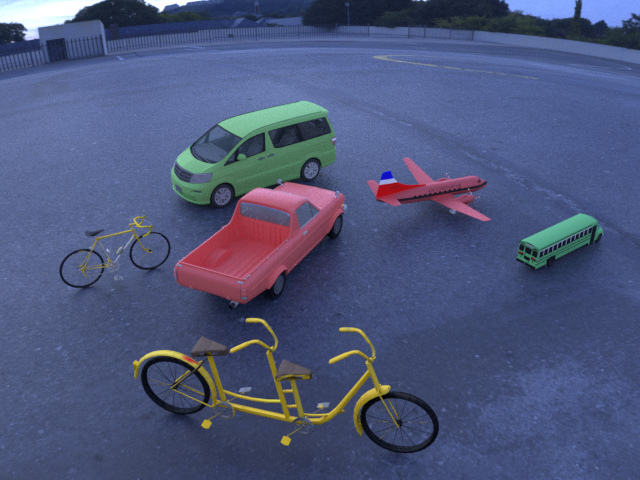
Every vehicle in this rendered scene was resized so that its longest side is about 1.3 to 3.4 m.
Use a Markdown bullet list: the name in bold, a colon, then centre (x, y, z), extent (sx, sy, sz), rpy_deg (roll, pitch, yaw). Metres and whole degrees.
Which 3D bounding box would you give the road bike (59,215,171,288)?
- **road bike**: centre (-2.816, 0.162, 9.647), extent (1.545, 0.852, 0.358), rpy_deg (-16, 33, -26)

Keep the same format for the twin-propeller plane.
- **twin-propeller plane**: centre (1.887, -0.911, 11.622), extent (2.129, 0.792, 2.663), rpy_deg (-11, 31, -19)

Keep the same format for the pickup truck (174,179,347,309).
- **pickup truck**: centre (-0.732, -0.117, 9.999), extent (1.244, 0.993, 3.117), rpy_deg (14, 32, 23)

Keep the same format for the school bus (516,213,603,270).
- **school bus**: centre (3.610, -0.011, 10.382), extent (1.708, 0.434, 0.365), rpy_deg (-20, 35, -32)

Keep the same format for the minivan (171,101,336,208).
- **minivan**: centre (-1.165, -1.568, 12.379), extent (3.011, 1.197, 1.324), rpy_deg (-20, 35, -31)

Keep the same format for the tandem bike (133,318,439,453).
- **tandem bike**: centre (-0.404, 1.407, 6.941), extent (3.192, 1.326, 0.550), rpy_deg (7, 30, 12)
